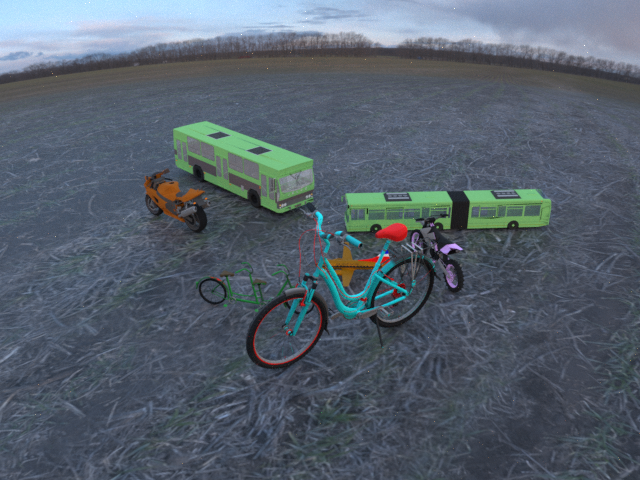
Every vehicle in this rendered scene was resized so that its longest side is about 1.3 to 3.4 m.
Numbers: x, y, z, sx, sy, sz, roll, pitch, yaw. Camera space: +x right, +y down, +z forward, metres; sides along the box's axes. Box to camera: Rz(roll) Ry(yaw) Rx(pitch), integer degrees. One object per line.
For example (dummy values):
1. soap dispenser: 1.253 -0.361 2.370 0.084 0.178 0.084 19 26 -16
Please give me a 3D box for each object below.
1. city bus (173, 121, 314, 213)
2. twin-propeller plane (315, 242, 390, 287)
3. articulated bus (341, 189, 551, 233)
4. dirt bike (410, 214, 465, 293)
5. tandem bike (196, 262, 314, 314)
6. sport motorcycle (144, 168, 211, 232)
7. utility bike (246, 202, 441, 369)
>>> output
1. city bus: -1.495 -1.382 13.054 0.926 0.894 3.255 -22 34 -38
2. twin-propeller plane: 0.474 0.310 10.148 1.095 0.407 1.370 1 26 2
3. articulated bus: 2.075 -0.493 11.616 3.401 0.561 0.605 -1 26 -3
4. dirt bike: 1.659 0.111 10.044 0.527 0.857 1.493 -9 28 -18
5. tandem bike: -0.868 0.618 9.205 1.642 0.682 0.283 6 27 12
6. sport motorcycle: -2.422 -0.657 11.655 1.520 0.821 0.506 20 32 34
7. utility bike: 0.424 0.507 8.114 2.791 1.839 1.039 -16 30 -29
